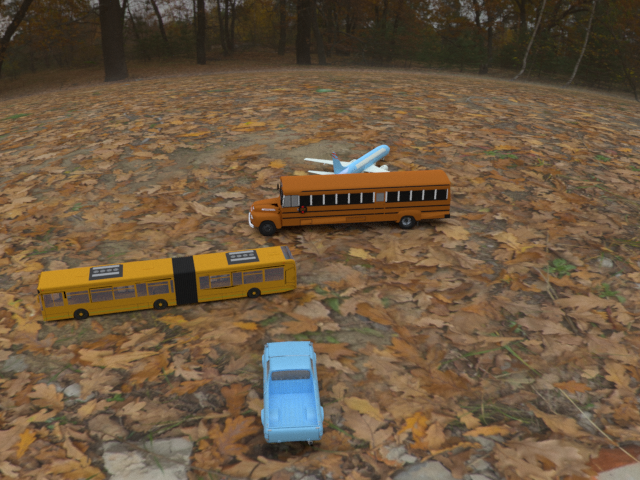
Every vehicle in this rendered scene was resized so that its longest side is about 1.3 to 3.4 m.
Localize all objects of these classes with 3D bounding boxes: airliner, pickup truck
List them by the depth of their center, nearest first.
[{"bbox_3d":[-0.314,1.566,7.543,0.640,0.511,1.603,-2,26,-4],"label":"pickup truck"},{"bbox_3d":[0.821,-1.654,13.667,2.257,0.835,2.541,14,30,26],"label":"airliner"}]

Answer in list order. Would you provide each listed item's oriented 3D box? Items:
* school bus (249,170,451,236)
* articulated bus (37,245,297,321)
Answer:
[{"bbox_3d":[0.475,-0.646,11.626,3.322,0.844,0.709,-3,27,-6],"label":"school bus"},{"bbox_3d":[-2.029,0.568,9.498,3.401,0.561,0.605,-6,27,-12],"label":"articulated bus"}]
